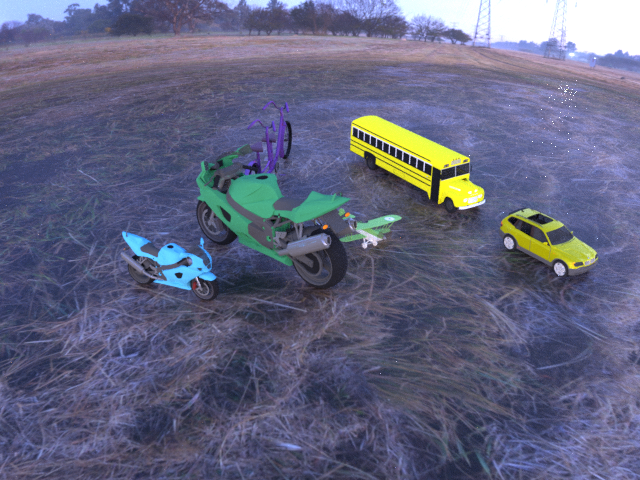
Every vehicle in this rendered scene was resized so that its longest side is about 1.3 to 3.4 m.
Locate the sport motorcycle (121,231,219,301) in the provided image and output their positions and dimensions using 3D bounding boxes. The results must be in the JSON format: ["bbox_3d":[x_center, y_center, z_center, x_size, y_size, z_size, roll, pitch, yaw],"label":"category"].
[{"bbox_3d":[-2.060,0.353,9.648,1.520,0.821,0.506,12,30,22],"label":"sport motorcycle"}]

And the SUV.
[{"bbox_3d":[3.433,-0.003,10.570,0.656,0.580,1.572,-18,33,-30],"label":"SUV"}]

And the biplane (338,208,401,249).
[{"bbox_3d":[0.664,-0.199,11.020,1.336,0.504,1.090,-22,35,-35],"label":"biplane"}]

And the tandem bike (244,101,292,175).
[{"bbox_3d":[-0.942,-1.693,12.949,0.550,1.326,3.192,6,29,11],"label":"tandem bike"}]

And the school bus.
[{"bbox_3d":[1.758,-1.466,13.035,0.709,0.844,3.322,-16,32,-28],"label":"school bus"}]

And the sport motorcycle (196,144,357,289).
[{"bbox_3d":[-0.771,-0.344,10.130,2.955,1.596,0.983,21,34,33],"label":"sport motorcycle"}]
